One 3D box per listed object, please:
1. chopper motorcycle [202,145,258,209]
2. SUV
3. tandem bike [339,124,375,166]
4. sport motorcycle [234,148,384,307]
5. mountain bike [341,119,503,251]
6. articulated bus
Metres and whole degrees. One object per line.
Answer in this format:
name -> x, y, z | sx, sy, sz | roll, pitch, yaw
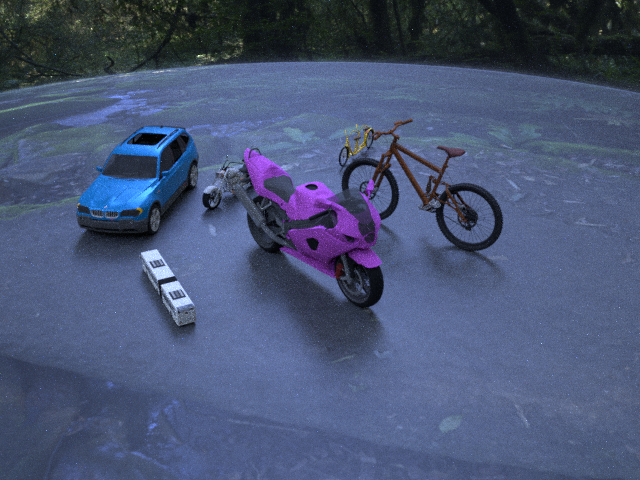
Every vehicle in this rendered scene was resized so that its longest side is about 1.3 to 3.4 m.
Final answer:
chopper motorcycle -> -1.563, -1.129, 12.463 | 0.466, 0.761, 1.563 | 16, 31, 27
SUV -> -3.055, -1.109, 12.028 | 1.276, 1.128, 3.058 | 5, 28, 9
tandem bike -> 0.768, -2.023, 14.261 | 0.283, 0.682, 1.642 | 14, 31, 25
sport motorcycle -> -0.156, -0.222, 9.824 | 0.983, 1.596, 2.955 | -21, 34, -34
mountain bike -> 1.538, -0.853, 10.933 | 2.857, 1.688, 1.114 | 19, 33, 31
articulated bus -> -2.104, 0.621, 9.622 | 0.311, 0.289, 1.749 | -14, 31, -24
